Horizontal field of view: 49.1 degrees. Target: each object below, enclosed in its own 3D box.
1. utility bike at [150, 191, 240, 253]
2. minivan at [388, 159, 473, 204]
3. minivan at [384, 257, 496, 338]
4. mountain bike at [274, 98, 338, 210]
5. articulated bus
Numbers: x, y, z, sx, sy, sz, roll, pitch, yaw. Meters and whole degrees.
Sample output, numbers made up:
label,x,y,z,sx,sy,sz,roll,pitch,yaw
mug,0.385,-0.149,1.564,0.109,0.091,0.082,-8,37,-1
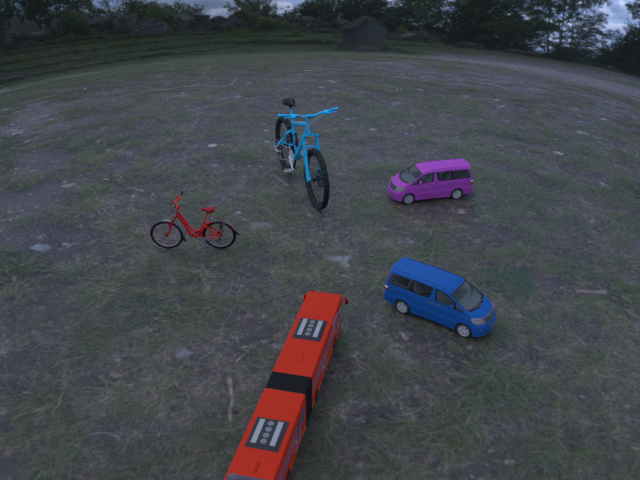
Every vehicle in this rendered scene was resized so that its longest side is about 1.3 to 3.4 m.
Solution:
label,x,y,z,sx,sy,sz,roll,pitch,yaw
utility bike,-2.008,-0.235,11.090,1.435,0.946,0.535,0,30,0
minivan,2.039,-1.106,12.963,1.548,0.616,0.681,-6,30,-11
minivan,1.662,0.776,9.641,1.548,0.616,0.681,20,35,31
mountain bike,-0.380,-1.747,13.007,1.114,1.688,2.857,-10,31,-18
articulated bus,-0.302,1.709,8.048,0.605,0.561,3.401,7,30,11
